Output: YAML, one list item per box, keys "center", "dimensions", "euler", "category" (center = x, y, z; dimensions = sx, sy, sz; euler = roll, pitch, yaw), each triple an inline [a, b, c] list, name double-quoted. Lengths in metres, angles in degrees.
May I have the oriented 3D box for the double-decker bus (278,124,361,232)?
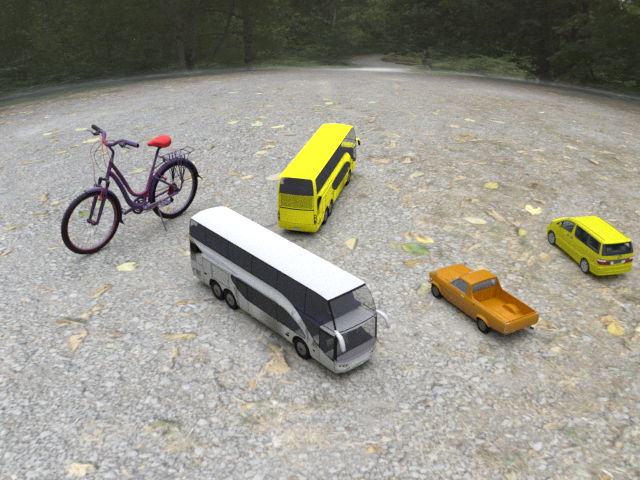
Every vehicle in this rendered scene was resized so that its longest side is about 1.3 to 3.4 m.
- center: [0.028, -1.202, 12.408]
  dimensions: [0.756, 1.052, 3.251]
  euler: [7, 27, 13]
  category: "double-decker bus"

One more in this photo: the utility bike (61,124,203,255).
- center: [-2.821, -0.899, 10.932]
  dimensions: [1.039, 1.839, 2.791]
  euler: [19, 32, 33]
  category: "utility bike"

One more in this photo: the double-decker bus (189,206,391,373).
- center: [-0.541, 0.564, 8.903]
  dimensions: [0.756, 1.052, 3.251]
  euler: [-22, 34, -36]
  category: "double-decker bus"

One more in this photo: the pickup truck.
- center: [2.111, 0.719, 9.197]
  dimensions: [0.640, 0.511, 1.603]
  euler: [-14, 30, -26]
  category: "pickup truck"

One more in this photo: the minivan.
- center: [4.034, -0.019, 10.545]
  dimensions: [0.681, 0.616, 1.548]
  euler: [-6, 27, -11]
  category: "minivan"
